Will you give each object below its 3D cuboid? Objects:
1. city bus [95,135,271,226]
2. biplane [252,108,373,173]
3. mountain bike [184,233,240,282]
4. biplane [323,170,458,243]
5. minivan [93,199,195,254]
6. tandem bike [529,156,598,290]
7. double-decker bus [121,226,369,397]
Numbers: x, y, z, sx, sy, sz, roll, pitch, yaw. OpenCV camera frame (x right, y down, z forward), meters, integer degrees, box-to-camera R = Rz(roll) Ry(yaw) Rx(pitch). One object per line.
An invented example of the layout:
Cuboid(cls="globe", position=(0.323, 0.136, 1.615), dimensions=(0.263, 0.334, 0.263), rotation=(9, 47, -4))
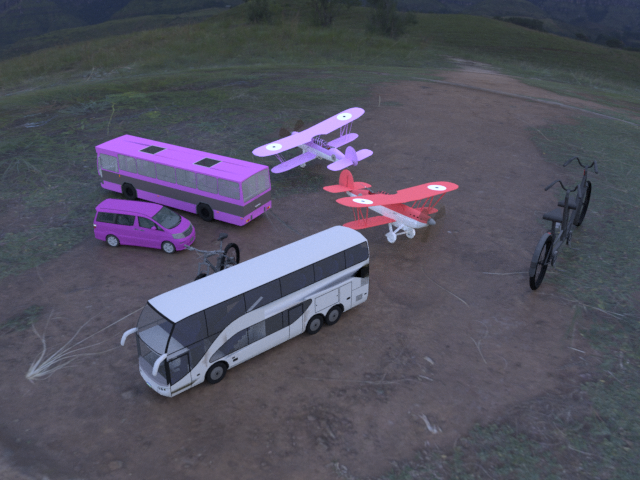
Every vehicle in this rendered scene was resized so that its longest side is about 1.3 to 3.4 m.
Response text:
Cuboid(cls="city bus", position=(-2.420, -1.048, 12.215), dimensions=(3.255, 0.894, 0.926), rotation=(15, 31, 27))
Cuboid(cls="biplane", position=(0.010, -1.751, 13.486), dimensions=(2.598, 0.981, 2.120), rotation=(-20, 33, -33))
Cuboid(cls="mountain bike", position=(-1.420, 0.377, 9.475), dimensions=(0.573, 0.868, 1.469), rotation=(9, 28, 16))
Cuboid(cls="biplane", position=(1.054, -0.588, 11.227), dimensions=(2.598, 0.981, 2.120), rotation=(-22, 35, -36))
Cuboid(cls="minivan", position=(-2.737, -0.239, 10.948), dimensions=(1.548, 0.616, 0.681), rotation=(6, 28, 12))
Cuboid(cls="tandem bike", position=(3.651, -0.364, 10.415), dimensions=(0.550, 1.326, 3.192), rotation=(16, 31, 28))
Cuboid(cls="double-decker bus", position=(-0.741, 0.798, 8.456), dimensions=(3.251, 1.052, 0.756), rotation=(-22, 34, -36))
